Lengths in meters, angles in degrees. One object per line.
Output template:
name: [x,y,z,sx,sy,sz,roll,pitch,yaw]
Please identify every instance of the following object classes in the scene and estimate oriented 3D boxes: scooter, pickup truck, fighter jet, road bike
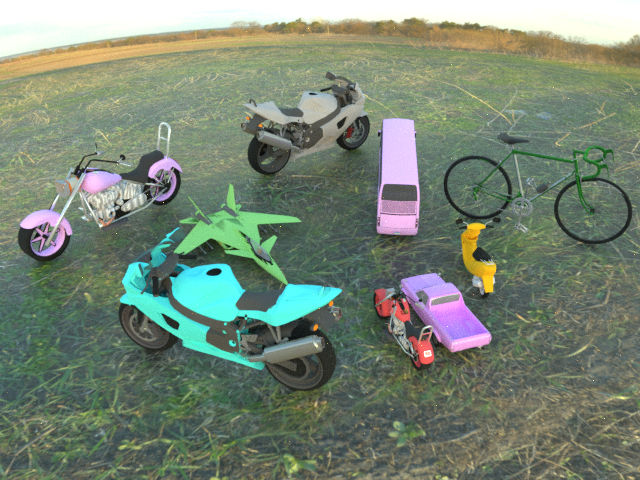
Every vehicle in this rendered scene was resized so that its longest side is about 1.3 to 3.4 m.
scooter: [2.297,0.164,10.191,0.662,0.919,1.399,-2,30,-4]
pickup truck: [1.637,0.907,9.329,0.640,0.511,1.603,-10,32,-16]
fighter jet: [-1.179,-0.071,10.949,2.229,0.557,2.640,-18,35,-28]
road bike: [3.453,-0.874,11.232,3.004,1.656,0.697,14,33,23]

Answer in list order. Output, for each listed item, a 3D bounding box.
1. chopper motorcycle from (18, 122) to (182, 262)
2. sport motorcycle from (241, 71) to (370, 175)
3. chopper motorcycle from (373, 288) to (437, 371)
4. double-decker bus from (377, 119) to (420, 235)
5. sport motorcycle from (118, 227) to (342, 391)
chopper motorcycle: [-3.492,-0.820,11.315,0.906,1.480,3.040,23,37,34]
sport motorcycle: [-0.182,-2.269,13.668,2.955,1.596,0.983,-20,36,-30]
chopper motorcycle: [1.043,0.996,8.930,0.466,0.761,1.563,-10,32,-16]
double-decker bus: [1.377,-1.229,12.435,0.756,1.052,3.251,3,30,4]
sport motorcycle: [-1.154,0.888,8.288,2.955,1.596,0.983,11,32,17]
